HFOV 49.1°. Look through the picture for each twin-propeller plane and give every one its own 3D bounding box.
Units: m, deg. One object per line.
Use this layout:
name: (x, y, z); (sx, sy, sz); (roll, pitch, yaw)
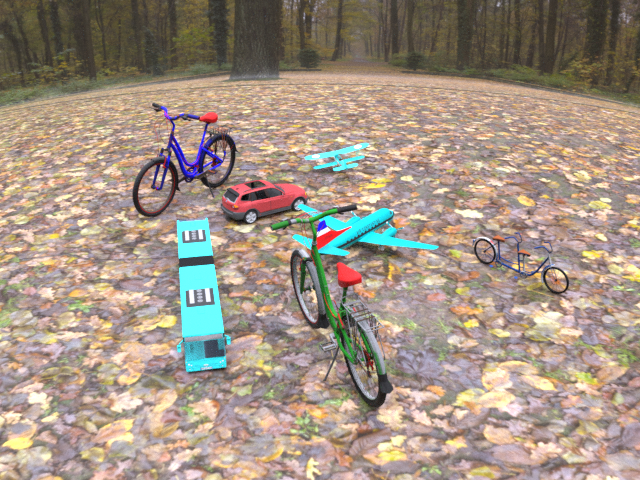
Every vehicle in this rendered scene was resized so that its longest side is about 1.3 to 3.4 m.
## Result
twin-propeller plane: (0.576, -0.223, 10.949); (2.663, 0.792, 2.129); (19, 31, 34)

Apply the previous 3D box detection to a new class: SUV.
SUV: (-0.965, -0.754, 12.294); (1.572, 0.580, 0.656); (-16, 30, -30)

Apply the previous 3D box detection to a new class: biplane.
biplane: (0.383, -1.602, 14.143); (1.336, 0.504, 1.090); (-6, 26, -12)

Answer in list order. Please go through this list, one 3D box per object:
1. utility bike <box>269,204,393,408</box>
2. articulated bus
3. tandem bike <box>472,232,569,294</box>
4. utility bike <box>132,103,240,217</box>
utility bike: (0.067, 0.638, 7.951); (1.039, 1.839, 2.791); (-10, 27, -20)
articulated bus: (-1.654, 0.599, 9.505); (0.605, 0.561, 3.401); (-5, 26, -10)
tandem bike: (2.880, 0.235, 10.123); (0.283, 0.682, 1.642); (-21, 33, -37)
utility bike: (-2.269, -1.544, 12.485); (1.039, 1.839, 2.791); (15, 30, 29)
